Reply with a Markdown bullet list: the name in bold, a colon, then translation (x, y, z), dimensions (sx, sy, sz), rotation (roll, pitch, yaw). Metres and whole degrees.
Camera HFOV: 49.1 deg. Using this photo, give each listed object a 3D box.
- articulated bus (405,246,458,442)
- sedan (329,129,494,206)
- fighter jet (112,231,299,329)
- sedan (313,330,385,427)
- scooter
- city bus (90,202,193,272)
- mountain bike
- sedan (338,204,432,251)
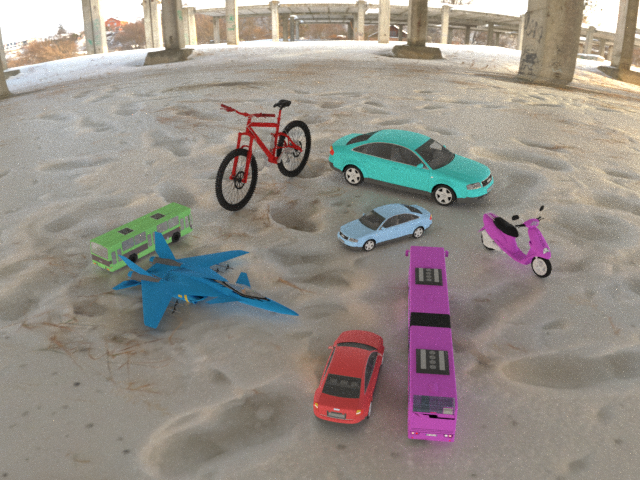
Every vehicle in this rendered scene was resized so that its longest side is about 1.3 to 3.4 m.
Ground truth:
- **articulated bus**: translation (1.327, 1.076, 8.526), dimensions (0.605, 0.561, 3.401), rotation (3, 28, 6)
- **sedan**: translation (1.658, -1.452, 12.924), dimensions (3.137, 0.940, 1.235), rotation (16, 32, 27)
- **fighter jet**: translation (-1.452, 0.550, 9.529), dimensions (2.640, 0.557, 2.229), rotation (13, 31, 24)
- **sedan**: translation (0.353, 1.456, 7.886), dimensions (0.635, 0.483, 1.613), rotation (6, 28, 12)
- **scooter**: translation (2.895, -0.080, 10.339), dimensions (0.662, 0.919, 1.399), rotation (-17, 32, -30)
- **city bus**: translation (-2.706, -0.050, 10.774), dimensions (0.476, 0.460, 1.674), rotation (19, 33, 31)
- **mountain bike**: translation (-0.957, -1.644, 12.487), dimensions (1.114, 1.688, 2.857), rotation (16, 32, 27)
- **sedan**: translation (1.037, -0.260, 11.148), dimensions (1.613, 0.483, 0.635), rotation (-14, 31, -25)
